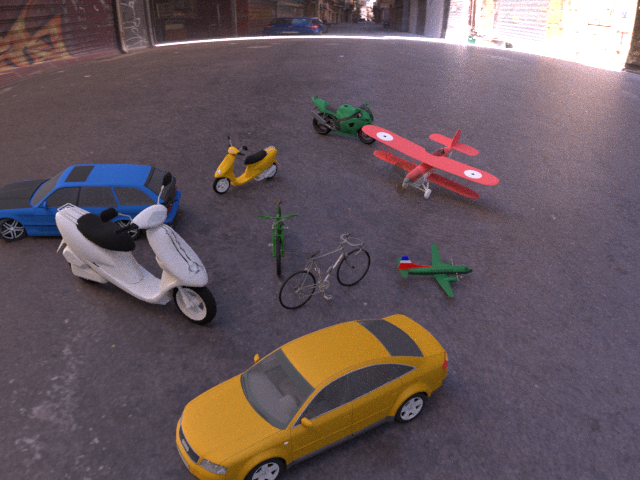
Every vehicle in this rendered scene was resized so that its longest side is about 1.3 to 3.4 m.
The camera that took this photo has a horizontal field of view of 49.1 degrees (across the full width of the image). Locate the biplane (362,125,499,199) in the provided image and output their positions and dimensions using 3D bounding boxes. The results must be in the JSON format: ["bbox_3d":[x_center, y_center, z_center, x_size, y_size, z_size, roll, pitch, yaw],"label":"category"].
[{"bbox_3d":[2.043,-1.379,12.421,2.598,0.981,2.120,20,37,29],"label":"biplane"}]

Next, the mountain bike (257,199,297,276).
[{"bbox_3d":[-0.624,-0.130,10.490,0.573,0.868,1.469,-1,32,-2],"label":"mountain bike"}]

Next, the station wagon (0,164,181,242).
[{"bbox_3d":[-3.872,-0.671,11.323,3.105,0.920,1.327,0,31,-1],"label":"station wagon"}]

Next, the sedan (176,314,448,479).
[{"bbox_3d":[-0.036,1.599,7.599,3.137,0.940,1.235,-17,35,-26],"label":"sedan"}]

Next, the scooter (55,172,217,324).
[{"bbox_3d":[-2.535,0.069,9.286,2.721,1.786,1.288,16,35,24],"label":"scooter"}]

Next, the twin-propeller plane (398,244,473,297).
[{"bbox_3d":[1.667,0.393,10.078,1.095,0.407,1.370,-1,32,-2],"label":"twin-propeller plane"}]

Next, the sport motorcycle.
[{"bbox_3d":[0.493,-2.459,14.336,1.520,0.821,0.506,16,35,25],"label":"sport motorcycle"}]

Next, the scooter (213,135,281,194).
[{"bbox_3d":[-1.317,-1.387,12.493,1.399,0.919,0.662,-21,37,-30],"label":"scooter"}]

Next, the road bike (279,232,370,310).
[{"bbox_3d":[0.087,0.426,9.598,1.545,0.852,0.358,-20,37,-29],"label":"road bike"}]
